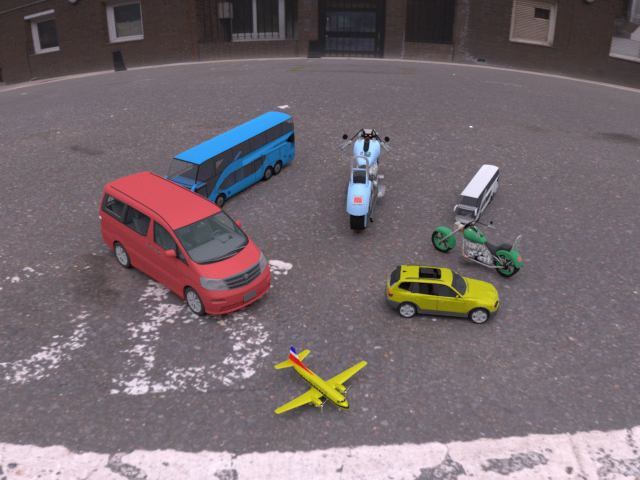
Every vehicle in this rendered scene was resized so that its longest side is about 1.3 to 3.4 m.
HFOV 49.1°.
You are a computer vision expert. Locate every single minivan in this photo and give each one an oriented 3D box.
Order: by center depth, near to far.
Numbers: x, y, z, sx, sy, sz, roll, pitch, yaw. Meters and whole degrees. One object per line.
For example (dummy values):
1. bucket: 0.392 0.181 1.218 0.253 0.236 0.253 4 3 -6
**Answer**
1. minivan: -2.038 -0.013 10.332 3.011 1.197 1.324 25 37 38

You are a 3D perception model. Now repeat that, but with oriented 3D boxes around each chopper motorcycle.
1. chopper motorcycle: 2.388 0.031 10.702 1.563 0.761 0.466 25 38 38
2. chopper motorcycle: 0.814 -1.320 12.411 0.906 1.480 3.040 4 29 7

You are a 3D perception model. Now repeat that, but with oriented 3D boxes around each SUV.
1. SUV: 1.683 0.705 9.666 1.572 0.580 0.656 4 29 7

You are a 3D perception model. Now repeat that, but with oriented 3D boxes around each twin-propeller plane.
1. twin-propeller plane: -0.028 1.630 8.166 1.370 0.407 1.095 -22 36 -34

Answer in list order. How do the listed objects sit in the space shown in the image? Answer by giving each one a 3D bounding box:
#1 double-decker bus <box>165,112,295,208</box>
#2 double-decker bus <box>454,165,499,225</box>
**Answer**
1. double-decker bus: -1.606 -1.459 13.107 0.756 1.052 3.251 17 33 28
2. double-decker bus: 2.810 -0.805 12.449 0.389 0.541 1.672 14 32 23
